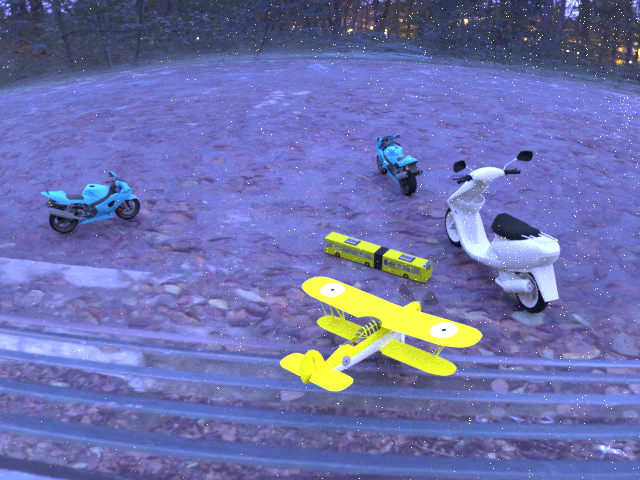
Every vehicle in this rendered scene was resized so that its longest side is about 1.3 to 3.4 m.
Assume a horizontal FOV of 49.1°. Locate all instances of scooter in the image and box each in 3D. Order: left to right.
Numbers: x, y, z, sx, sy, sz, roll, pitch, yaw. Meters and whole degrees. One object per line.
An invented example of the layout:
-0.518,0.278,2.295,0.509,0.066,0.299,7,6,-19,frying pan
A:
2.531,-0.249,9.931,1.288,1.786,2.721,-10,31,-18,scooter

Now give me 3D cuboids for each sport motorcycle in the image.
-3.752,-0.605,11.573,1.520,0.821,0.506,-14,32,-24,sport motorcycle
1.423,-1.424,13.056,0.506,0.821,1.520,-11,31,-18,sport motorcycle

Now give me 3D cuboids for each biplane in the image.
0.523,1.158,8.217,2.120,0.981,2.598,-26,38,-38,biplane

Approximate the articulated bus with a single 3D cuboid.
0.848,0.249,10.579,1.749,0.289,0.311,17,33,28,articulated bus
